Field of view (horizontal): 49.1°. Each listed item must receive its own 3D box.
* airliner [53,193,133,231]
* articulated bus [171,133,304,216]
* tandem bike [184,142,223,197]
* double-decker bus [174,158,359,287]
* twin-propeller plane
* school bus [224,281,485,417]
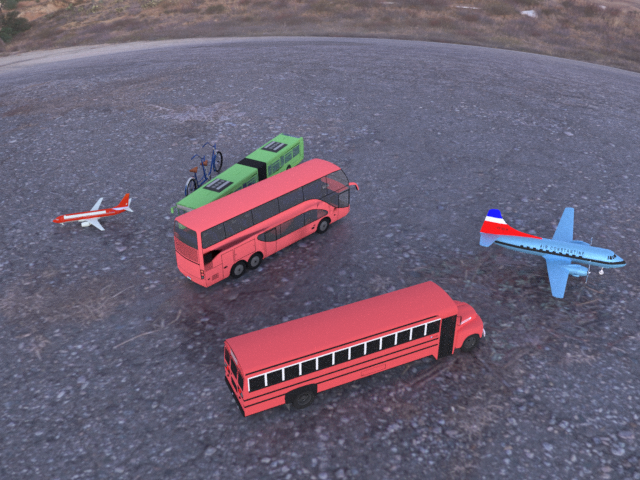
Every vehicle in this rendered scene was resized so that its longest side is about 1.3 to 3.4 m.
[{"bbox_3d":[-3.791,-0.506,11.659,1.307,0.429,1.161,-8,32,-14],"label":"airliner"},{"bbox_3d":[-1.324,-1.069,12.456,0.605,0.561,3.401,16,35,24],"label":"articulated bus"},{"bbox_3d":[-2.107,-1.294,12.711,0.283,0.682,1.642,8,32,14],"label":"tandem bike"},{"bbox_3d":[-0.757,-0.363,10.824,0.756,1.052,3.251,27,40,37],"label":"double-decker bus"},{"bbox_3d":[3.454,0.036,10.418,2.129,0.792,2.663,11,33,17],"label":"twin-propeller plane"},{"bbox_3d":[0.522,1.218,8.424,3.322,0.844,0.709,-14,34,-21],"label":"school bus"}]
